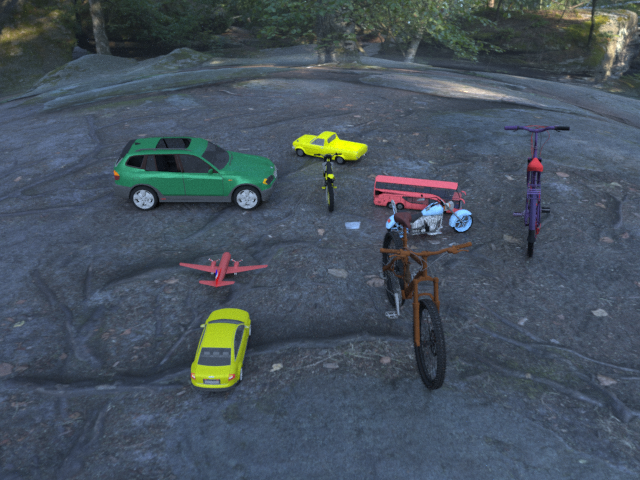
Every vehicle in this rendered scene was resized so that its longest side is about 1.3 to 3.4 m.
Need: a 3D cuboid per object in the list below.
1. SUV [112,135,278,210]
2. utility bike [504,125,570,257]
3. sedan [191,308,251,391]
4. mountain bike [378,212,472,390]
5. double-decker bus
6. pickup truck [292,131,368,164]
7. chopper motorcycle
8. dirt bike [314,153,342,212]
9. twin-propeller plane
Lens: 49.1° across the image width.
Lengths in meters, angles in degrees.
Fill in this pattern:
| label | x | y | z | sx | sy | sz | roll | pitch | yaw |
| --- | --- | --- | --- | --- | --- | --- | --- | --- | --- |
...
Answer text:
| label | x | y | z | sx | sy | sz | roll | pitch | yaw |
| --- | --- | --- | --- | --- | --- | --- | --- | --- | --- |
| SUV | -2.324 | -1.307 | 13.108 | 3.058 | 1.128 | 1.276 | 0 | 29 | 0 |
| utility bike | 3.501 | -0.955 | 11.718 | 1.039 | 1.839 | 2.791 | 8 | 29 | 14 |
| sedan | -1.250 | 1.311 | 8.970 | 0.635 | 0.483 | 1.613 | 1 | 29 | 2 |
| mountain bike | 1.178 | 0.571 | 9.069 | 1.114 | 1.688 | 2.857 | -4 | 29 | -7 |
| double-decker bus | 1.822 | -0.829 | 12.843 | 1.672 | 0.541 | 0.389 | 7 | 29 | 12 |
| pickup truck | 0.205 | -2.029 | 15.082 | 1.603 | 0.511 | 0.640 | 14 | 31 | 24 |
| chopper motorcycle | 1.870 | -0.409 | 11.841 | 1.563 | 0.761 | 0.466 | -7 | 29 | -13 |
| dirt bike | 0.157 | -1.164 | 13.130 | 0.527 | 0.857 | 1.493 | -2 | 29 | -3 |
| twin-propeller plane | -1.496 | 0.404 | 10.716 | 1.370 | 0.407 | 1.095 | 1 | 29 | 2 |
